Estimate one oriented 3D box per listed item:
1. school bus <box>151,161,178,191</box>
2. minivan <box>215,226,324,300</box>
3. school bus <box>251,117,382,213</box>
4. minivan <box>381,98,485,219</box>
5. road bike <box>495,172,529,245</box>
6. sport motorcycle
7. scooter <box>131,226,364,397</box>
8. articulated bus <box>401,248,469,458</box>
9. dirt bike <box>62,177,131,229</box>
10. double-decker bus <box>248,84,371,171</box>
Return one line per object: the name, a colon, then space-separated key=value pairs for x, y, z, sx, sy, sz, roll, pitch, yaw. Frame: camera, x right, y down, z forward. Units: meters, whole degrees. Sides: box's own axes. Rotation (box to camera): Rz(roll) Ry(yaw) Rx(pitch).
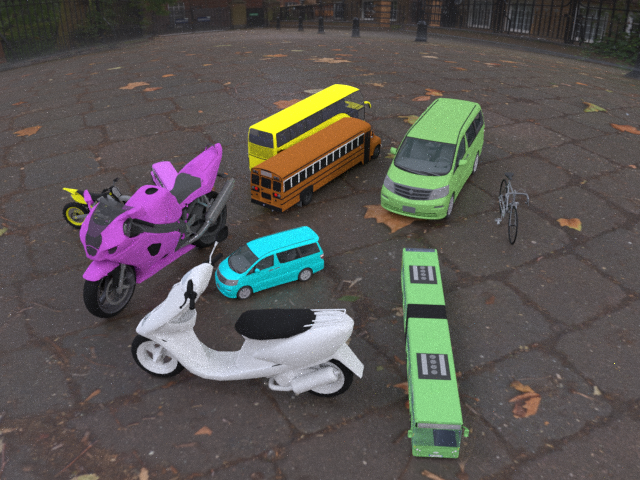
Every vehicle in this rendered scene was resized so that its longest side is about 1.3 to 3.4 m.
school bus: x=-2.588 y=-0.939 z=12.132 sx=0.365 sy=0.434 sz=1.708 roll=-14 pitch=34 yaw=-21
minivan: x=-0.722 y=0.305 z=9.894 sx=1.548 sy=0.616 sz=0.681 roll=-15 pitch=34 yaw=-24
school bus: x=0.055 y=-1.456 z=12.591 sx=0.709 sy=0.844 sz=3.322 roll=20 pitch=36 yaw=29
minivan: x=2.037 y=-1.469 z=12.271 sx=1.324 sy=1.197 sz=3.011 roll=13 pitch=33 yaw=20
road bike: x=3.006 y=-0.579 z=11.131 sx=0.358 sy=0.852 sz=1.545 roll=2 pitch=31 yaw=3
sport motorcycle: x=-2.232 y=-0.185 z=9.757 sx=0.983 sy=1.596 sz=2.955 roll=16 pitch=35 yaw=25
scooter: x=-0.864 y=0.934 z=7.719 sx=2.721 sy=1.786 sz=1.288 roll=5 pitch=31 yaw=8
articulated bus: x=1.288 y=1.184 z=8.490 sx=0.605 sy=0.561 sz=3.401 roll=2 pitch=31 yaw=3
dirt bike: x=-3.389 y=-0.508 z=11.009 sx=1.493 sy=0.857 sz=0.527 roll=6 pitch=32 yaw=10
double-decker bus: x=-0.154 y=-2.157 z=13.553 sx=0.756 sy=1.052 sz=3.251 roll=19 pitch=36 yaw=28
